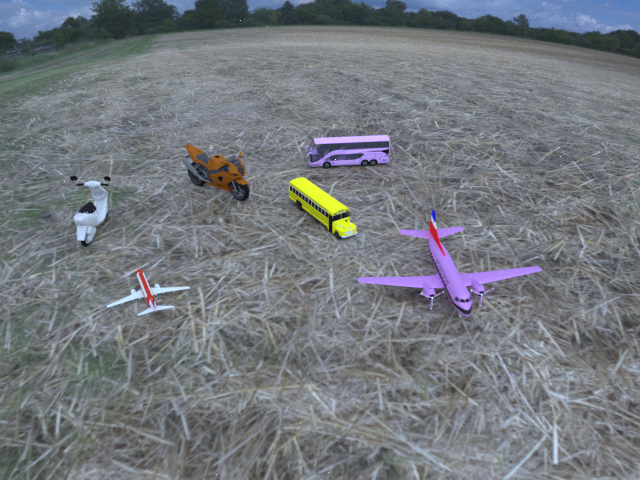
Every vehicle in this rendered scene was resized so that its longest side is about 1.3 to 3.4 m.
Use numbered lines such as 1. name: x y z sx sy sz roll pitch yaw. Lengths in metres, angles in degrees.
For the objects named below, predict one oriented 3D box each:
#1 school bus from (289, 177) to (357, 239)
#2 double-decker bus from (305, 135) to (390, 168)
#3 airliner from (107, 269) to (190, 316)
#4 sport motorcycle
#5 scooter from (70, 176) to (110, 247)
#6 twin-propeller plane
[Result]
1. school bus: 0.040 -0.552 11.923 0.365 0.434 1.708 -18 35 -28
2. double-decker bus: 0.550 -1.752 13.843 1.672 0.541 0.389 -3 31 -5
3. airliner: -2.460 0.649 9.902 1.161 0.429 1.307 -13 33 -20
4. sport motorcycle: -1.872 -1.238 12.702 1.520 0.821 0.506 21 37 31
5. scooter: -3.736 -0.557 11.457 0.662 0.919 1.399 1 31 1
6. twin-propeller plane: 1.833 0.339 10.069 2.663 0.792 2.129 -3 31 -6
